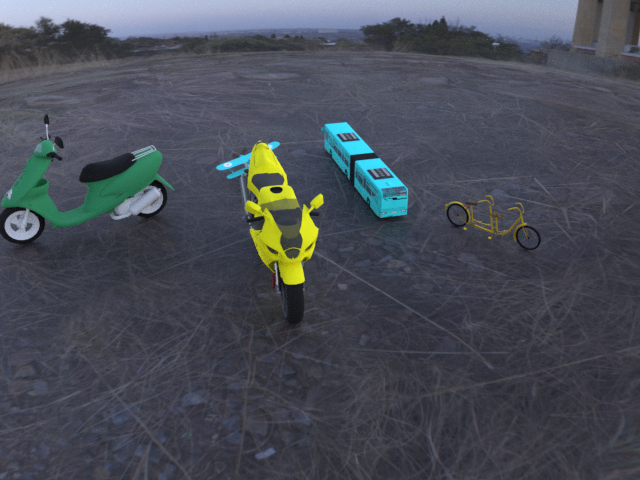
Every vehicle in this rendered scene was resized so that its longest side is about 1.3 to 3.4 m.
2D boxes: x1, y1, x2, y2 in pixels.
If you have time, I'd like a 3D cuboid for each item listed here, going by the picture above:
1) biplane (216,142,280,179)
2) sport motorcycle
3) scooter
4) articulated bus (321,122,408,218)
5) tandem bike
[{"bbox_3d":[-1.221,-1.368,12.877,1.336,0.504,1.090,-20,35,-31],"label":"biplane"},{"bbox_3d":[-0.591,-0.180,9.603,0.983,1.596,2.955,-6,30,-11],"label":"sport motorcycle"},{"bbox_3d":[-3.650,-0.970,10.835,2.721,1.786,1.288,-14,32,-24],"label":"scooter"},{"bbox_3d":[0.758,-1.360,12.804,0.605,0.561,3.401,-8,30,-14],"label":"articulated bus"},{"bbox_3d":[2.661,-0.344,10.844,1.642,0.682,0.283,22,36,34],"label":"tandem bike"}]
